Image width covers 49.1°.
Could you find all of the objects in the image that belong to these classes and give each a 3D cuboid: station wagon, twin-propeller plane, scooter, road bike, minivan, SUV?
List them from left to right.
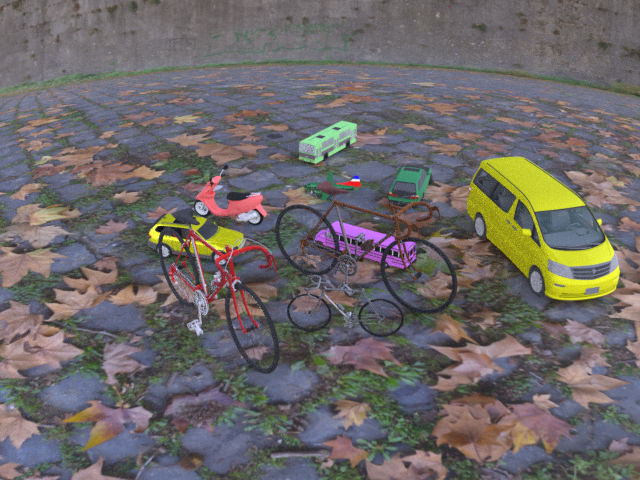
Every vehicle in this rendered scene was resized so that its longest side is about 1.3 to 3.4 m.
[{"bbox_3d":[-1.968,-0.052,11.198,1.572,0.580,0.656,7,29,13],"label":"SUV"},{"bbox_3d":[-1.406,0.514,9.006,0.696,1.656,3.004,-20,34,-33],"label":"road bike"},{"bbox_3d":[-1.585,-0.747,12.136,1.399,0.919,0.662,10,30,17],"label":"scooter"},{"bbox_3d":[0.229,-1.052,13.247,1.095,0.407,1.370,3,28,6],"label":"twin-propeller plane"},{"bbox_3d":[0.328,0.883,9.170,1.545,0.852,0.358,3,28,6],"label":"road bike"},{"bbox_3d":[0.567,0.032,9.905,3.004,1.656,0.696,17,33,29],"label":"road bike"},{"bbox_3d":[1.743,-1.139,13.337,0.682,0.473,1.597,8,29,15],"label":"station wagon"},{"bbox_3d":[3.420,-0.250,10.916,1.324,1.197,3.011,-7,29,-13],"label":"minivan"}]

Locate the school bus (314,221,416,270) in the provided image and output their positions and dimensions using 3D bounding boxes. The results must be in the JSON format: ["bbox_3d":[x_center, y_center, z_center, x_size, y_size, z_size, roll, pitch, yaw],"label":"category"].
[{"bbox_3d":[0.685,0.065,11.135,1.708,0.434,0.365,16,32,28],"label":"school bus"}]

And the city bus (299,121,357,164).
[{"bbox_3d":[0.193,-2.108,15.158,0.476,0.460,1.674,18,33,29],"label":"city bus"}]
